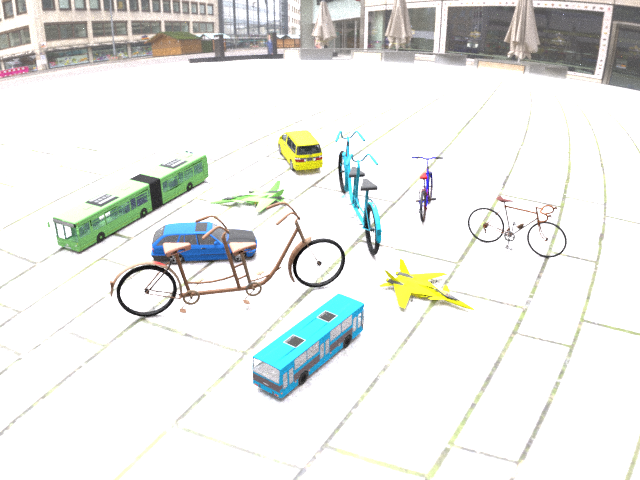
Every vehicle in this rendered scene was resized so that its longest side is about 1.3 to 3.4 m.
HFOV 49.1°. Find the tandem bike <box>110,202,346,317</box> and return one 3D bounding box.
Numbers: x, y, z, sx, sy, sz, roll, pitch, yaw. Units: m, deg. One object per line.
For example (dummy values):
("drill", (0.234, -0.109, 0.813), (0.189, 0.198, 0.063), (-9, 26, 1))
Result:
("tandem bike", (-1.164, 0.256, 9.273), (3.192, 1.326, 0.550), (-9, 29, -16))

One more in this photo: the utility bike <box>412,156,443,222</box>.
("utility bike", (1.776, -0.935, 11.944), (0.535, 0.946, 1.435), (7, 29, 14))

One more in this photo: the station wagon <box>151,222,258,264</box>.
("station wagon", (-1.754, 0.006, 10.664), (1.597, 0.473, 0.682), (-2, 28, -4))

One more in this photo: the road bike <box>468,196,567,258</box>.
("road bike", (3.009, -0.231, 10.708), (1.545, 0.852, 0.358), (16, 32, 27))

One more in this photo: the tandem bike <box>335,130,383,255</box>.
("tandem bike", (0.612, -0.919, 11.507), (0.550, 1.326, 3.192), (-4, 28, -8))

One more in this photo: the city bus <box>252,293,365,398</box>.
("city bus", (-0.098, 1.239, 8.335), (0.476, 0.460, 1.674), (19, 33, 32))

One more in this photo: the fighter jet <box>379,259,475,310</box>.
("fighter jet", (1.531, 0.657, 9.628), (1.358, 0.286, 1.147), (21, 34, 34))

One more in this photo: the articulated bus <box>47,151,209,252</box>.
("articulated bus", (-3.121, -0.751, 12.009), (0.605, 0.561, 3.401), (14, 31, 25))

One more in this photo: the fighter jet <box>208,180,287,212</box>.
("fighter jet", (-1.301, -0.790, 12.378), (1.358, 0.286, 1.147), (-6, 28, -12))

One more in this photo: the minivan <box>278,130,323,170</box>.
("minivan", (-0.417, -1.880, 14.095), (0.681, 0.616, 1.548), (-8, 29, -15))
